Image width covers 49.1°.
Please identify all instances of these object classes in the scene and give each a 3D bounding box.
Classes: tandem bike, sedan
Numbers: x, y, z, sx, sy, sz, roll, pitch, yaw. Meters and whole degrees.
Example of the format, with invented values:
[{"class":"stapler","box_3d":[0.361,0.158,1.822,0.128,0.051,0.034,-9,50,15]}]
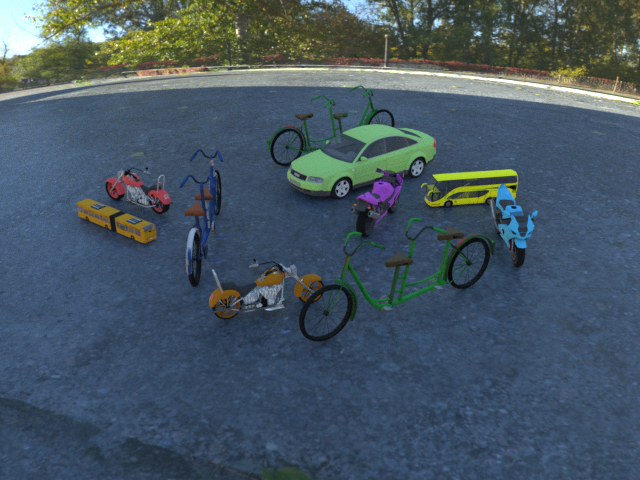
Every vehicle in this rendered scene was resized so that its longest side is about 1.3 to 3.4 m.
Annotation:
[{"class":"tandem bike","box_3d":[0.292,-2.373,14.357,3.192,1.326,0.550,-17,31,-30]},{"class":"tandem bike","box_3d":[1.097,0.356,8.958,3.192,1.326,0.550,-16,31,-29]},{"class":"sedan","box_3d":[0.823,-1.603,13.261,3.137,0.940,1.235,-18,32,-31]},{"class":"tandem bike","box_3d":[-1.752,-0.492,10.637,0.550,1.326,3.192,0,27,0]}]

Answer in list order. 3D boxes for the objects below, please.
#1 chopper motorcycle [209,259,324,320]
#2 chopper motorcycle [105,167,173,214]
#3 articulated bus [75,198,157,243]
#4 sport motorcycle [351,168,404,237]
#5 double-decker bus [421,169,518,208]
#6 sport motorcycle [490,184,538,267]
[{"class":"chopper motorcycle","box_3d":[-0.680,0.595,9.112,1.563,0.761,0.466,-11,29,-20]},{"class":"chopper motorcycle","box_3d":[-3.179,-0.920,12.109,1.563,0.761,0.466,18,32,32]},{"class":"articulated bus","box_3d":[-3.351,-0.325,11.454,1.749,0.289,0.311,19,32,33]},{"class":"sport motorcycle","box_3d":[0.972,-0.634,11.476,0.506,0.821,1.520,14,30,26]},{"class":"double-decker bus","box_3d":[2.638,-0.908,12.328,1.672,0.541,0.389,-5,27,-9]},{"class":"sport motorcycle","box_3d":[2.914,-0.236,10.688,0.506,0.821,1.520,0,27,0]}]
